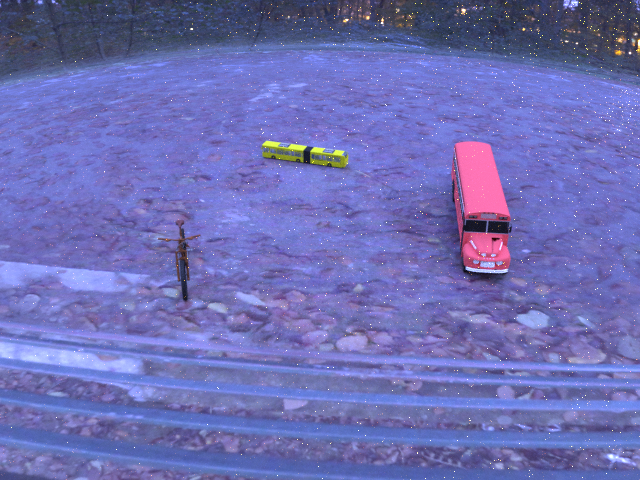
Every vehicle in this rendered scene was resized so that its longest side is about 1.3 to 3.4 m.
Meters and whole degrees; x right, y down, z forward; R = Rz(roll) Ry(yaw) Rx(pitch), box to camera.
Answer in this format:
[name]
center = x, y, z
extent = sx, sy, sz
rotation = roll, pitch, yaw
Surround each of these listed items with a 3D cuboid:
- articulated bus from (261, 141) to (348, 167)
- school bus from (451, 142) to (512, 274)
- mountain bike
[articulated bus]
center = -0.312, -1.691, 13.787
extent = 1.749, 0.289, 0.311
rotation = 10, 31, 16
[school bus]
center = 2.570, -0.589, 11.333
extent = 0.709, 0.844, 3.322
rotation = 3, 30, 5
[mountain bike]
center = -1.958, 0.198, 9.952
extent = 0.573, 0.868, 1.469
rotation = -5, 30, -9
